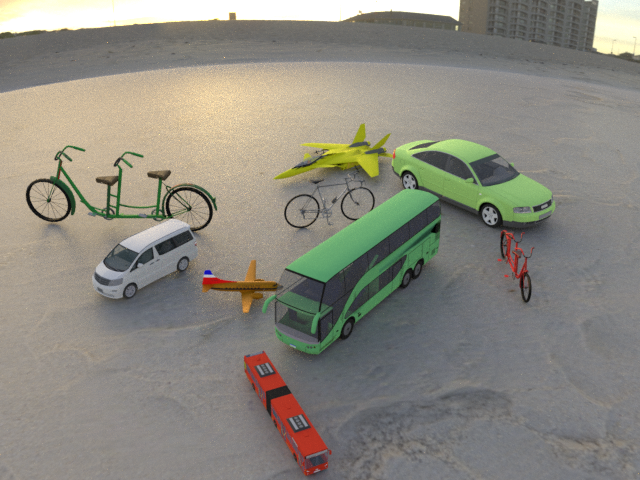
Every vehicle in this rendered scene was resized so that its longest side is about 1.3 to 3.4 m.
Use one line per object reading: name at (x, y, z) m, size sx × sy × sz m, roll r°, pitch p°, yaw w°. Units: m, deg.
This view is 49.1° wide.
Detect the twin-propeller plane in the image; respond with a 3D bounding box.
twin-propeller plane at (-1.038, 0.577, 9.409) m, size 1.095 × 0.407 × 1.370 m, roll 0°, pitch 27°, yaw -1°

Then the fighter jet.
fighter jet at (0.168, -1.644, 13.522) m, size 2.640 × 0.557 × 2.229 m, roll -20°, pitch 34°, yaw -34°

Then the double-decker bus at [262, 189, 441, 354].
double-decker bus at (0.571, 0.340, 9.165) m, size 0.756 × 1.052 × 3.251 m, roll 18°, pitch 33°, yaw 31°

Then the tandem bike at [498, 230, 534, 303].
tandem bike at (2.739, 0.226, 9.787) m, size 0.283 × 0.682 × 1.642 m, roll 0°, pitch 27°, yaw 0°

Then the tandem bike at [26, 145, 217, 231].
tandem bike at (-3.194, -0.798, 11.061) m, size 3.192 × 1.326 × 0.550 m, roll 4°, pitch 28°, yaw 7°

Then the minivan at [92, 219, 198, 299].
minivan at (-2.455, 0.248, 9.816) m, size 0.681 × 0.616 × 1.548 m, roll 20°, pitch 34°, yaw 34°

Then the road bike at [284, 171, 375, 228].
road bike at (0.167, -0.637, 11.264) m, size 1.545 × 0.852 × 0.358 m, roll -8°, pitch 29°, yaw -16°

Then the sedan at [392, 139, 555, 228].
sedan at (2.593, -1.118, 12.094) m, size 1.235 × 0.940 × 3.137 m, roll -21°, pitch 34°, yaw -34°

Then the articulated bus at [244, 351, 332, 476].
articulated bus at (-0.388, 1.747, 7.286) m, size 0.311 × 0.289 × 1.749 m, roll -12°, pitch 30°, yaw -22°
